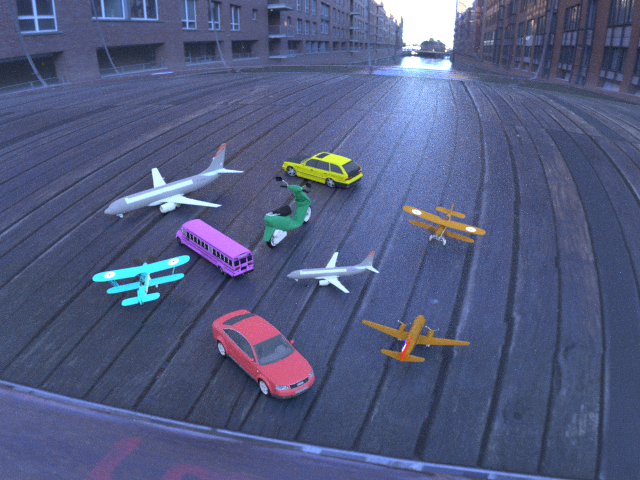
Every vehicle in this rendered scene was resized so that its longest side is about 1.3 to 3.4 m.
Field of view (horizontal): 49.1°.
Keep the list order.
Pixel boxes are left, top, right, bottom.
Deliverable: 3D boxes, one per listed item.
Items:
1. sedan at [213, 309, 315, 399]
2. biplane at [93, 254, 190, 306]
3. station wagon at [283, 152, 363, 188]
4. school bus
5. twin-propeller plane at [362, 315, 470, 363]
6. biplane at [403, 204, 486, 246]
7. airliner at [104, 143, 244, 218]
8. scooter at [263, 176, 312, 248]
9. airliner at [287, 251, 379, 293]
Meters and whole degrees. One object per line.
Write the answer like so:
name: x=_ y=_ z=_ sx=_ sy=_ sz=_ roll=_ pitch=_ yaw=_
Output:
sedan: x=-0.692 y=1.287 z=8.312 sx=0.635 sy=0.483 sz=1.613 roll=-20 pitch=33 yaw=-33
biplane: x=-2.448 y=0.594 z=9.615 sx=1.336 sy=0.504 sz=1.090 roll=-4 pitch=28 yaw=-8
station wagon: x=0.023 y=-1.420 z=13.498 sx=1.597 sy=0.473 sz=0.682 roll=18 pitch=33 yaw=31
school bus: x=-1.649 y=0.088 z=10.658 sx=0.365 sy=0.434 sz=1.708 roll=-22 pitch=35 yaw=-35
twin-propeller plane: x=1.144 y=1.163 z=8.633 sx=1.370 sy=0.407 sz=1.095 roll=10 pitch=29 yaw=19
biplane: x=2.014 y=-0.255 z=11.238 sx=1.336 sy=0.504 sz=1.090 roll=11 pitch=30 yaw=20
airliner: x=-2.663 y=-1.049 z=12.398 sx=2.541 sy=0.835 sz=2.257 roll=-22 pitch=35 yaw=-35
scooter: x=-0.502 y=-0.486 z=11.232 sx=0.662 sy=0.919 sz=1.399 roll=14 pitch=31 yaw=26
airliner: x=0.170 y=0.380 z=10.104 sx=1.307 sy=0.429 sz=1.161 roll=-3 pitch=28 yaw=-6
